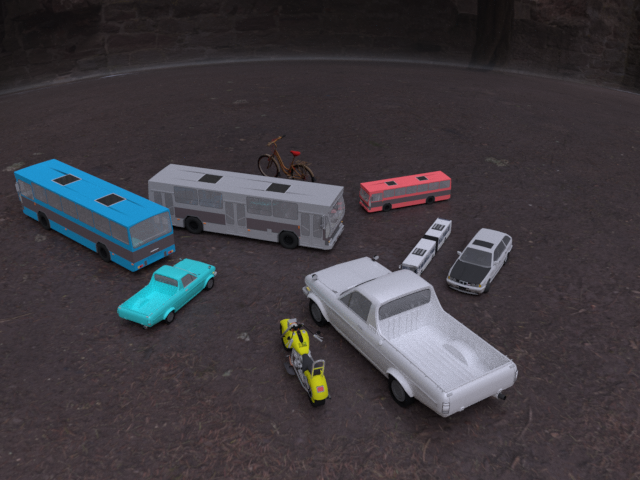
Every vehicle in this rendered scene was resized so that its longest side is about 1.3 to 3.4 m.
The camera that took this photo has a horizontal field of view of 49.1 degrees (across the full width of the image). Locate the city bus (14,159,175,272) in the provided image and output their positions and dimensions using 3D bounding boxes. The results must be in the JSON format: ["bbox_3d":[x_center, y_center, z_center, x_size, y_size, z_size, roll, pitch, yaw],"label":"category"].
[{"bbox_3d":[-3.793,-0.438,11.629,3.255,0.894,0.926,22,35,34],"label":"city bus"}]

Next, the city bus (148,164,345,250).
[{"bbox_3d":[-1.248,-0.549,11.831,3.255,0.894,0.926,9,30,16],"label":"city bus"}]

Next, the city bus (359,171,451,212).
[{"bbox_3d":[1.573,-0.877,12.883,1.674,0.460,0.476,-10,30,-18],"label":"city bus"}]

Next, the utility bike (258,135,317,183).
[{"bbox_3d":[-0.686,-1.466,13.453,1.435,0.946,0.535,19,34,30],"label":"utility bike"}]

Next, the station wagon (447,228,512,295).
[{"bbox_3d":[2.470,0.277,10.762,0.682,0.473,1.597,15,32,26],"label":"station wagon"}]

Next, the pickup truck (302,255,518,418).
[{"bbox_3d":[1.002,1.035,8.837,1.244,0.993,3.117,-16,33,-27],"label":"pickup truck"}]

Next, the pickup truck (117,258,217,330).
[{"bbox_3d":[-2.144,0.694,9.961,0.640,0.511,1.603,14,32,23],"label":"pickup truck"}]

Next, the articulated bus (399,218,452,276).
[{"bbox_3d":[1.725,0.122,11.237,0.311,0.289,1.749,14,32,23],"label":"articulated bus"}]

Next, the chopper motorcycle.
[{"bbox_3d":[-0.226,1.344,8.514,0.466,0.761,1.563,-9,30,-16],"label":"chopper motorcycle"}]
